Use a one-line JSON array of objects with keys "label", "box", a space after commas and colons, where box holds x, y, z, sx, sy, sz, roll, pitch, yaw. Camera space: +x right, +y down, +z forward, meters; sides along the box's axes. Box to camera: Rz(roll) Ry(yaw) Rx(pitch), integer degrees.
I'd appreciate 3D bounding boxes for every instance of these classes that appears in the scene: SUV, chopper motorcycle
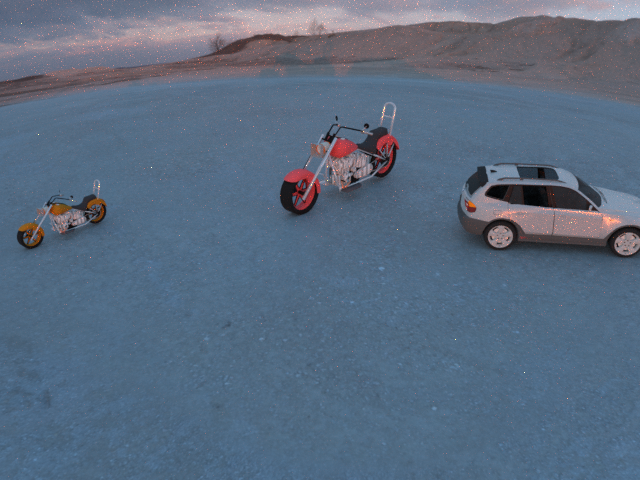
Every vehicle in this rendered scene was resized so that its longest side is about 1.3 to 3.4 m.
[{"label": "SUV", "box": [3.737, -0.542, 11.076, 3.058, 1.128, 1.276, 3, 26, 7]}, {"label": "chopper motorcycle", "box": [0.423, -1.522, 12.719, 0.906, 1.480, 3.040, 22, 33, 38]}, {"label": "chopper motorcycle", "box": [-4.141, -0.426, 11.260, 0.466, 0.761, 1.563, 20, 32, 36]}]
